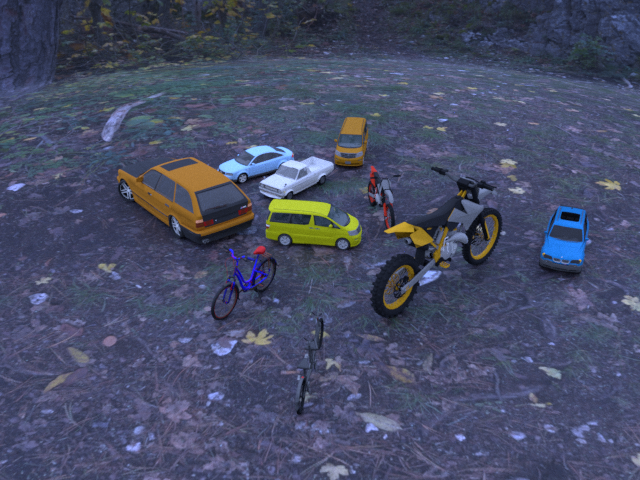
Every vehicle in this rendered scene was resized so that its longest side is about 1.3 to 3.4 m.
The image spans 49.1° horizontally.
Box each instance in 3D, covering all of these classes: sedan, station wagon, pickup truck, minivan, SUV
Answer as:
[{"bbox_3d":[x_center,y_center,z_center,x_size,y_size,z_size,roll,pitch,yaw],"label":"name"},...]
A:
[{"bbox_3d":[-1.270,-1.549,13.845,1.613,0.483,0.635,-19,34,-31],"label":"sedan"},{"bbox_3d":[-2.451,-0.924,12.226,1.327,0.920,3.105,-22,35,-34],"label":"station wagon"},{"bbox_3d":[-0.428,-1.226,13.218,0.640,0.511,1.603,21,35,33],"label":"pickup truck"},{"bbox_3d":[-0.092,-0.274,11.342,1.548,0.616,0.681,4,29,7],"label":"minivan"},{"bbox_3d":[0.672,-2.056,14.645,0.681,0.616,1.548,4,29,7],"label":"minivan"},{"bbox_3d":[3.852,-0.045,10.954,0.656,0.580,1.572,11,30,20],"label":"SUV"}]

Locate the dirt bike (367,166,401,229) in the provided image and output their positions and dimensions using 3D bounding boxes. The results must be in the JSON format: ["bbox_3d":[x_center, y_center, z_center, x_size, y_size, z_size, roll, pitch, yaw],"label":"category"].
[{"bbox_3d":[1.059,-0.772,12.012,0.527,0.857,1.493,-6,29,-10],"label":"dirt bike"}]

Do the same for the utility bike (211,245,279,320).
[{"bbox_3d":[-0.973,0.490,9.580,0.535,0.946,1.435,18,33,30],"label":"utility bike"}]

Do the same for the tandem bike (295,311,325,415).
[{"bbox_3d":[-0.113,1.353,8.258,0.283,0.682,1.642,5,29,9],"label":"tandem bike"}]

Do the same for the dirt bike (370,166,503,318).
[{"bbox_3d":[1.732,-0.052,9.824,2.903,1.666,1.024,-25,37,-38],"label":"dirt bike"}]
